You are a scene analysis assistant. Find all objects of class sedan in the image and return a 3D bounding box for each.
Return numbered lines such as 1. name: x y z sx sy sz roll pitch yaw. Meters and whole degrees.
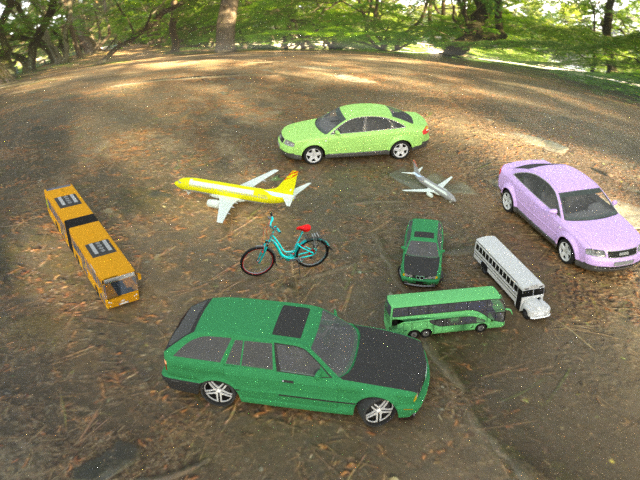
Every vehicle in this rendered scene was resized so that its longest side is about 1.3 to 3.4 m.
1. sedan: 0.692 -2.269 14.472 3.137 0.940 1.235 -4 30 -8
2. sedan: 4.065 -0.570 11.531 1.235 0.940 3.137 -8 31 -13

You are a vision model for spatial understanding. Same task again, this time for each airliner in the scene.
1. airliner: -1.508 -1.025 12.423 2.541 0.835 2.257 11 32 19
2. airliner: 2.091 -1.075 12.916 1.161 0.429 1.307 -17 34 -26

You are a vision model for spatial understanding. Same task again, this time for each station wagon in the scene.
1. station wagon: -0.257 1.326 8.268 3.105 0.920 1.327 5 30 9
2. station wagon: 1.584 0.137 10.772 0.682 0.473 1.597 5 30 9

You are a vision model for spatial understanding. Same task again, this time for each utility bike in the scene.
1. utility bike: -0.480 0.100 10.365 1.435 0.946 0.535 -9 31 -15

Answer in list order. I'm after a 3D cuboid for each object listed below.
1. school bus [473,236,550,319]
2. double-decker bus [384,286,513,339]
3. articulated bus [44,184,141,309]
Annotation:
1. school bus: 2.772 0.529 10.134 0.365 0.434 1.708 -8 31 -14
2. double-decker bus: 1.688 0.953 9.293 1.672 0.541 0.389 -5 30 -8
3. articulated bus: -3.628 0.000 10.922 0.605 0.561 3.401 -17 34 -27
